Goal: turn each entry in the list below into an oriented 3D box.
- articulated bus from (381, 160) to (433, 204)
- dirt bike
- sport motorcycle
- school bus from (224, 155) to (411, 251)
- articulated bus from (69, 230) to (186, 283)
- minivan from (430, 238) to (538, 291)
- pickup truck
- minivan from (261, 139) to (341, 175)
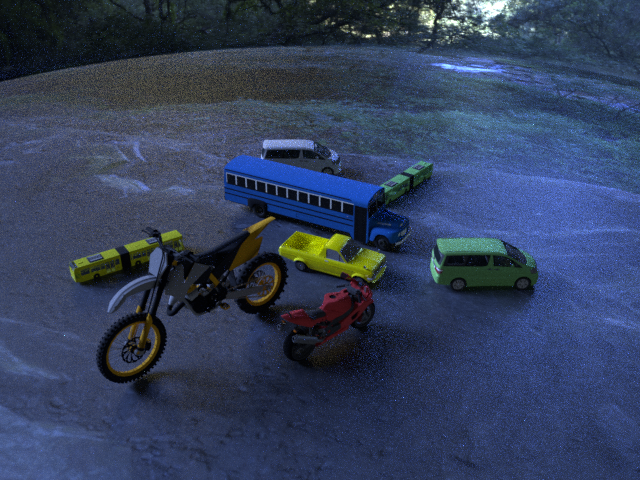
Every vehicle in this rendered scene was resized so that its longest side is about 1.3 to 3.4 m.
[{"bbox_3d":[1.536,-1.059,12.933,0.311,0.289,1.749,22,37,33],"label":"articulated bus"},{"bbox_3d":[-1.501,0.615,8.706,2.903,1.666,1.024,-26,39,-37],"label":"dirt bike"},{"bbox_3d":[0.135,0.984,8.913,1.520,0.821,0.506,-22,37,-33],"label":"sport motorcycle"},{"bbox_3d":[-0.070,-0.667,11.713,3.322,0.844,0.709,16,34,25],"label":"school bus"},{"bbox_3d":[-2.919,0.239,10.714,1.749,0.289,0.311,-19,35,-29],"label":"articulated bus"},{"bbox_3d":[2.421,0.322,10.247,1.548,0.616,0.681,-1,30,-1],"label":"minivan"},{"bbox_3d":[0.190,0.210,10.543,1.603,0.511,0.640,14,33,23],"label":"pickup truck"},{"bbox_3d":[-0.364,-1.594,13.525,1.548,0.616,0.681,-1,30,-1],"label":"minivan"}]
